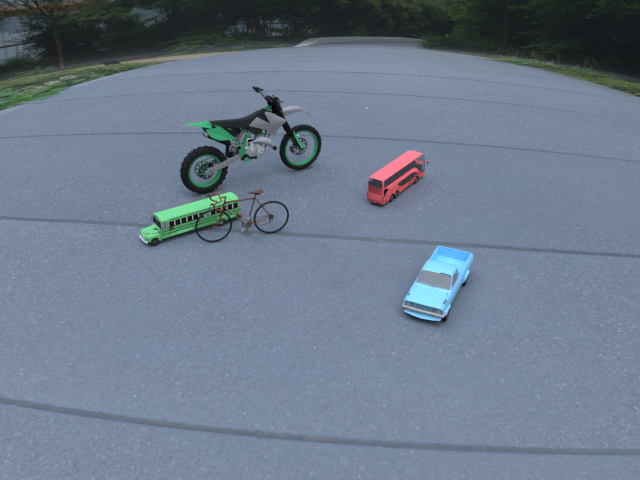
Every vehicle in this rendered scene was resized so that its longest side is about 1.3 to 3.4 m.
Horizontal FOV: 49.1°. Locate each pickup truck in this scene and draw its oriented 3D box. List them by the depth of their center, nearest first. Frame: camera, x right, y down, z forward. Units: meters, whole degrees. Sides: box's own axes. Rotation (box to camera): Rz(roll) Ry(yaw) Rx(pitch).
[{"bbox_3d":[1.703,0.549,9.940,0.640,0.511,1.603,13,33,22],"label":"pickup truck"}]

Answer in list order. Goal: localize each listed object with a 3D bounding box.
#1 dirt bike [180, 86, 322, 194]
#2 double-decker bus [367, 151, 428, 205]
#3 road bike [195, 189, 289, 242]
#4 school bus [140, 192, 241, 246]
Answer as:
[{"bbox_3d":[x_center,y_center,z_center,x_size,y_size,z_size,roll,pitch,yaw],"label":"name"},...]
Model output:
[{"bbox_3d":[-1.237,-1.857,12.916,2.903,1.666,1.024,-17,34,-26],"label":"dirt bike"},{"bbox_3d":[1.433,-1.172,12.859,0.389,0.541,1.672,19,35,30],"label":"double-decker bus"},{"bbox_3d":[-1.245,-0.408,11.241,1.545,0.852,0.358,-9,31,-15],"label":"road bike"},{"bbox_3d":[-2.144,-0.359,11.571,1.708,0.434,0.365,-19,35,-29],"label":"school bus"}]
